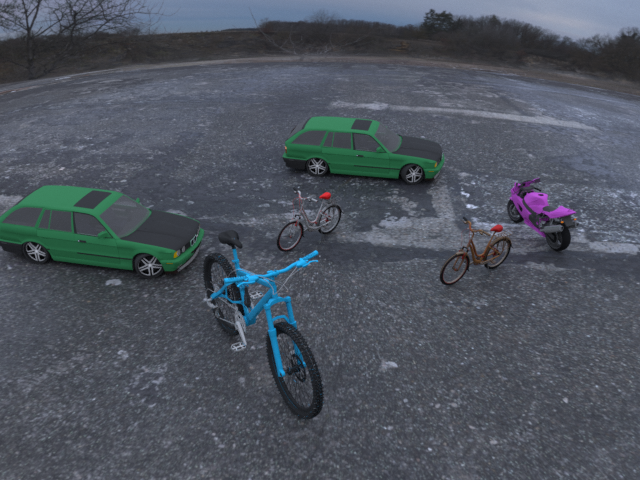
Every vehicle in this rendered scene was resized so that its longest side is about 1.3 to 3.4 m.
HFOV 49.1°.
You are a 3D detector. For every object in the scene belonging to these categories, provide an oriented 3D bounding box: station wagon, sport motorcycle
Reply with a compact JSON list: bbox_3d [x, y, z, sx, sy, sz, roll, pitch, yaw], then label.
[{"bbox_3d":[-3.349,-0.214,10.734,3.105,0.920,1.327,7,30,12],"label":"station wagon"},{"bbox_3d":[0.870,-1.814,13.636,3.105,0.920,1.327,6,29,11],"label":"station wagon"},{"bbox_3d":[3.520,-0.435,11.239,0.506,0.821,1.520,-12,31,-20],"label":"sport motorcycle"}]

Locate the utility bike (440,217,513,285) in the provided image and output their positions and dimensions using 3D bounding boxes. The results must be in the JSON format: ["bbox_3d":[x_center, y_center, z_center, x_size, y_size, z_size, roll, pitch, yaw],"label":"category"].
[{"bbox_3d":[2.327,0.144,10.058,1.435,0.946,0.535,-17,33,-28],"label":"utility bike"}]

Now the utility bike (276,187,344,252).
[{"bbox_3d":[-0.100,-0.366,10.984,1.435,0.946,0.535,-24,37,-37],"label":"utility bike"}]

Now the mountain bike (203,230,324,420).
[{"bbox_3d":[-0.761,0.793,8.115,1.114,1.688,2.857,-17,33,-28],"label":"mountain bike"}]
